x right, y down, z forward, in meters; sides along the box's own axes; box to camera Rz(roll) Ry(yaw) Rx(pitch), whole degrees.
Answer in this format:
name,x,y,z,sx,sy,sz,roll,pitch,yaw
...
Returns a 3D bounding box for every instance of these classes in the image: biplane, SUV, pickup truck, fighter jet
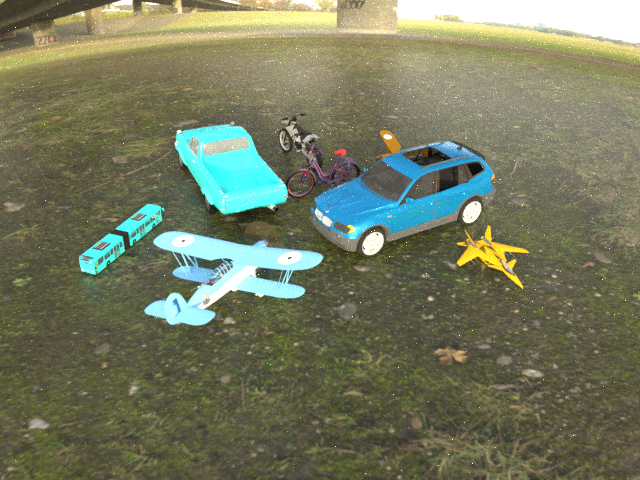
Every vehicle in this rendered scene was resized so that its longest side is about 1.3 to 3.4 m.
name,x,y,z,sx,sy,sz,roll,pitch,yaw
biplane,-1.283,0.496,8.966,2.598,0.981,2.120,16,35,25
SUV,1.324,-0.742,10.898,3.058,1.128,1.276,-17,35,-26
biplane,1.556,-1.560,12.878,1.090,0.504,1.336,-9,32,-14
pickup truck,-1.610,-1.344,12.040,1.244,0.993,3.117,-13,33,-20
fighter jet,2.556,0.249,10.058,1.147,0.286,1.358,-10,32,-16

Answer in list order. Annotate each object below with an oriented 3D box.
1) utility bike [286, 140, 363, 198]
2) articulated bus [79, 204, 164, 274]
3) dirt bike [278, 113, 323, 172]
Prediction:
name,x,y,z,sx,sy,sz,roll,pitch,yaw
utility bike,0.103,-1.181,11.812,1.435,0.946,0.535,-12,33,-20
articulated bus,-2.954,-0.042,10.544,0.311,0.289,1.749,11,33,18
dirt bike,-0.390,-1.857,13.033,0.527,0.857,1.493,-19,36,-28
